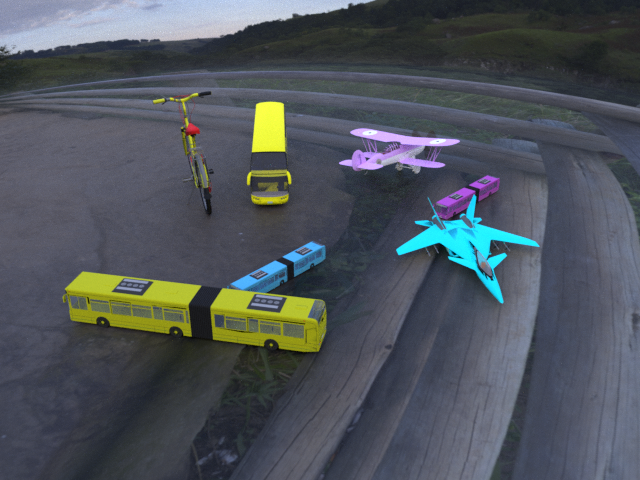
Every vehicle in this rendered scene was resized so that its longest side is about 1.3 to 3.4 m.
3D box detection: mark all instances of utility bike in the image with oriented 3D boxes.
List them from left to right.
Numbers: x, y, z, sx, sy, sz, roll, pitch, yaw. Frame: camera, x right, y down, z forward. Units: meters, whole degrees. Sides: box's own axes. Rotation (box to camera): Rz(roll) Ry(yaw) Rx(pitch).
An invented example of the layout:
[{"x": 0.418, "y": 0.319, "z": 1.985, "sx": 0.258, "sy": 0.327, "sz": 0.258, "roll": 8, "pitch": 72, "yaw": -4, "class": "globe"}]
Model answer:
[{"x": -2.329, "y": -1.615, "z": 12.447, "sx": 1.039, "sy": 1.839, "sz": 2.791, "roll": -8, "pitch": 29, "yaw": -15, "class": "utility bike"}]

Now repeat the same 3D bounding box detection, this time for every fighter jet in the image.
[{"x": 2.311, "y": 0.097, "z": 10.555, "sx": 2.229, "sy": 0.557, "sz": 2.640, "roll": -3, "pitch": 28, "yaw": -6, "class": "fighter jet"}]

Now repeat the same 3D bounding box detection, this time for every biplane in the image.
[{"x": 1.342, "y": -1.646, "z": 13.430, "sx": 2.120, "sy": 0.981, "sz": 2.598, "roll": -23, "pitch": 35, "yaw": -37, "class": "biplane"}]

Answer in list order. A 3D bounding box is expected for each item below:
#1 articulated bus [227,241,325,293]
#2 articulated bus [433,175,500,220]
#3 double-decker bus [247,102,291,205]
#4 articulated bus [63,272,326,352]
[{"x": -0.583, "y": 0.458, "z": 10.155, "sx": 0.311, "sy": 0.289, "sz": 1.749, "roll": 22, "pitch": 35, "yaw": 36, "class": "articulated bus"}, {"x": 2.649, "y": -0.779, "z": 12.521, "sx": 0.311, "sy": 0.289, "sz": 1.749, "roll": 23, "pitch": 36, "yaw": 37, "class": "articulated bus"}, {"x": -0.959, "y": -1.698, "z": 13.453, "sx": 0.756, "sy": 1.052, "sz": 3.251, "roll": -1, "pitch": 28, "yaw": -3, "class": "double-decker bus"}, {"x": -1.626, "y": 0.909, "z": 8.999, "sx": 3.401, "sy": 0.561, "sz": 0.605, "roll": 6, "pitch": 28, "yaw": 11, "class": "articulated bus"}]
